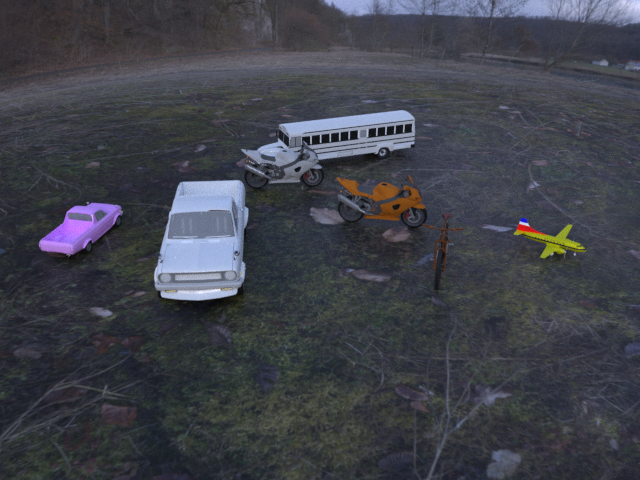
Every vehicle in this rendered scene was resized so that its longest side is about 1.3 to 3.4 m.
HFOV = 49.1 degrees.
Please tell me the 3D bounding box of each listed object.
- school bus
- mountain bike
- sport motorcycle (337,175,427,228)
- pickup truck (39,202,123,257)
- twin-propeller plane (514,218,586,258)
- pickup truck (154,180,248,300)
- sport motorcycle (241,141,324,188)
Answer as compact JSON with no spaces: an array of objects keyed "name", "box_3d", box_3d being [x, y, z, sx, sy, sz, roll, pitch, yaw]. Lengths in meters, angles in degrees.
[{"name":"school bus","box_3d":[0.320,-2.032,14.266,3.322,0.844,0.709,-10,28,-19]},{"name":"mountain bike","box_3d":[1.752,0.084,10.028,0.573,0.868,1.469,6,27,13]},{"name":"sport motorcycle","box_3d":[1.014,-0.632,11.504,1.520,0.821,0.506,6,27,11]},{"name":"pickup truck","box_3d":[-3.739,-0.229,11.049,0.640,0.511,1.603,6,27,12]},{"name":"twin-propeller plane","box_3d":[3.563,-0.043,10.793,1.095,0.407,1.370,17,31,30]},{"name":"pickup truck","box_3d":[-1.707,-0.187,10.429,1.244,0.993,3.117,-2,27,-4]},{"name":"sport motorcycle","box_3d":[-0.679,-1.355,12.946,1.520,0.821,0.506,-2,27,-4]}]
